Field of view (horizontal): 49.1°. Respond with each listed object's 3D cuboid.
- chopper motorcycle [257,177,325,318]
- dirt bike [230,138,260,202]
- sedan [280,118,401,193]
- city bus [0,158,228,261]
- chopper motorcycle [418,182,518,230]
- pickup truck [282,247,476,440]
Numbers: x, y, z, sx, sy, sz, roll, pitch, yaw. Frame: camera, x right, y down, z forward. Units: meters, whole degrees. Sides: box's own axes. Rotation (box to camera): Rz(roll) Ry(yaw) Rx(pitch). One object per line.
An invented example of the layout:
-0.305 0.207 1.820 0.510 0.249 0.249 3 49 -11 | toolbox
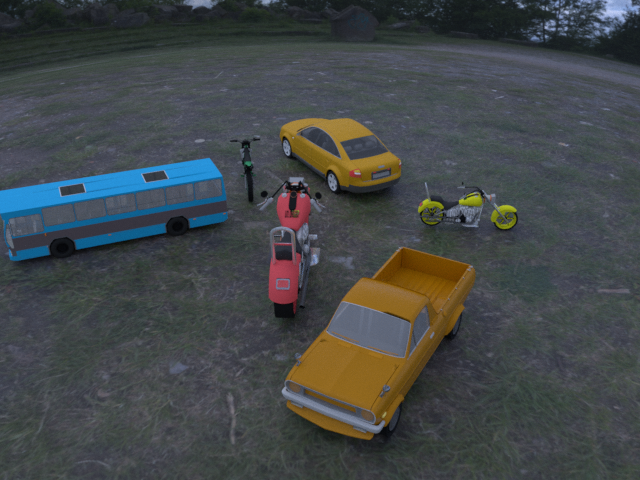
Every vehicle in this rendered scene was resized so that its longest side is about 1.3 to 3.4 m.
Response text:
-0.367 -0.182 9.679 0.906 1.480 3.040 1 30 3 | chopper motorcycle
-1.279 -1.309 12.276 0.527 0.857 1.493 -4 30 -8 | dirt bike
0.294 -1.756 12.976 1.235 0.940 3.137 -16 33 -25 | sedan
-3.114 -0.472 10.775 3.255 0.894 0.926 -12 32 -20 | city bus
2.338 -0.530 11.012 1.563 0.761 0.466 2 30 4 | chopper motorcycle
0.809 0.973 8.148 1.244 0.993 3.117 15 33 25 | pickup truck
